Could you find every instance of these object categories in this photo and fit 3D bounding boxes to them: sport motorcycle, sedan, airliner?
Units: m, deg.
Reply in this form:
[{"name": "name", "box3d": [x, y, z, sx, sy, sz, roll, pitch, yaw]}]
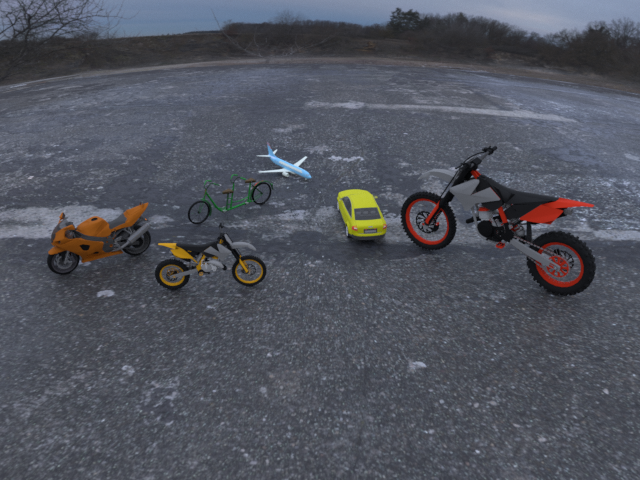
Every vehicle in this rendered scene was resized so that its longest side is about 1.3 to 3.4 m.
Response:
[{"name": "sport motorcycle", "box3d": [-3.125, -0.029, 9.937, 1.520, 0.821, 0.506, -17, 32, -29]}, {"name": "sedan", "box3d": [0.649, -0.491, 11.166, 0.635, 0.483, 1.613, -4, 28, -7]}, {"name": "airliner", "box3d": [-0.596, -1.462, 13.054, 1.161, 0.429, 1.307, -23, 35, -36]}]

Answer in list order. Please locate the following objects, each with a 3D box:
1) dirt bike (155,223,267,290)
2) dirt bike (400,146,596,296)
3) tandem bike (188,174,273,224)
[{"name": "dirt bike", "box3d": [-1.468, 0.266, 9.342, 1.493, 0.857, 0.527, -2, 28, -4]}, {"name": "dirt bike", "box3d": [2.364, -0.307, 9.559, 2.903, 1.666, 1.024, 20, 34, 33]}, {"name": "tandem bike", "box3d": [-1.441, -0.740, 11.425, 1.642, 0.682, 0.283, -20, 34, -33]}]
